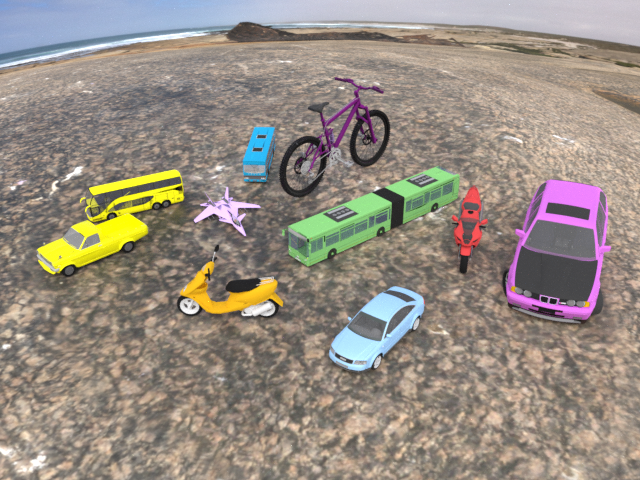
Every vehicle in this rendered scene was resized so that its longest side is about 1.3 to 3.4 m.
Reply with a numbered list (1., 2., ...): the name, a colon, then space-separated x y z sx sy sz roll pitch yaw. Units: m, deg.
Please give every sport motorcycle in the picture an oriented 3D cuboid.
1. sport motorcycle: 2.218 -0.164 10.452 0.506 0.821 1.520 7 31 12

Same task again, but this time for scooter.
1. scooter: -1.183 0.613 9.042 1.399 0.919 0.662 1 31 2

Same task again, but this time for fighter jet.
1. fighter jet: -1.475 -0.447 11.456 1.147 0.286 1.358 -15 34 -23

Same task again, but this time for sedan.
1. sedan: 0.729 1.052 8.727 0.635 0.483 1.613 20 36 30

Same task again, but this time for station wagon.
1. station wagon: 3.478 0.005 10.068 1.327 0.920 3.105 12 33 19

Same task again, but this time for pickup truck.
1. pickup truck: -3.391 0.001 10.479 1.603 0.511 0.640 -26 39 -37

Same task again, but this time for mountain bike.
1. mountain bike: 0.337 -1.842 12.439 1.114 1.688 2.857 26 39 37

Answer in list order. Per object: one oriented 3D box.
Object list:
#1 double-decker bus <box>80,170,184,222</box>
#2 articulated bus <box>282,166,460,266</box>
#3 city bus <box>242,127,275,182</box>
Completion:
1. double-decker bus: -3.115 -0.733 11.690 1.672 0.541 0.389 -16 34 -25
2. articulated bus: 0.931 -0.443 11.179 3.401 0.561 0.605 -23 38 -34
3. city bus: -1.136 -1.623 13.275 0.476 0.460 1.674 1 31 2
